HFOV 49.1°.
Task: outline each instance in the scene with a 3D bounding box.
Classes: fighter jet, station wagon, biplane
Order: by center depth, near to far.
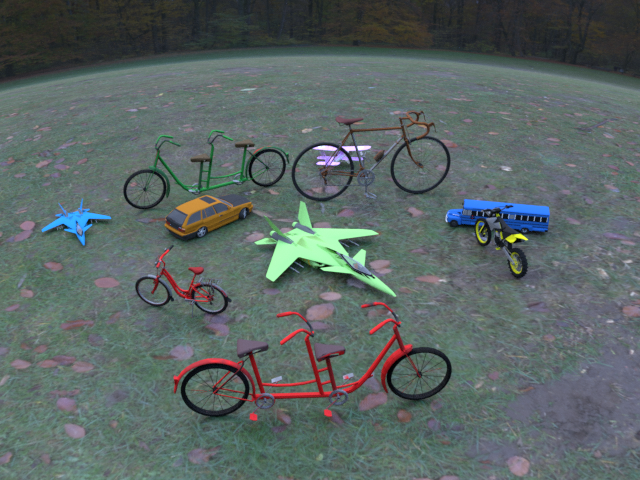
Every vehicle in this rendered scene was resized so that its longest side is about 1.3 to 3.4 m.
[{"bbox_3d":[0.219,0.178,10.838,2.229,0.557,2.640,-23,37,-35],"label":"fighter jet"},{"bbox_3d":[-4.148,-0.290,11.956,1.147,0.286,1.358,-13,32,-22],"label":"fighter jet"},{"bbox_3d":[-1.899,-0.500,12.141,0.682,0.473,1.597,25,38,37],"label":"station wagon"},{"bbox_3d":[0.341,-1.704,14.271,1.336,0.504,1.090,14,32,23],"label":"biplane"}]

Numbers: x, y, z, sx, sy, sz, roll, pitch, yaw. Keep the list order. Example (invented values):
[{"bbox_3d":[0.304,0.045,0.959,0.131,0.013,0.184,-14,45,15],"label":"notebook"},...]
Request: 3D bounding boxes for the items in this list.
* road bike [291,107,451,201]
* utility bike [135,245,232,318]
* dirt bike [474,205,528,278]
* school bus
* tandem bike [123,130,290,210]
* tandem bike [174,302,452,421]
[{"bbox_3d":[0.964,-1.529,12.773,3.004,1.656,0.696,-5,29,-9],"label":"road bike"},{"bbox_3d":[-1.928,0.621,9.644,1.435,0.946,0.535,6,30,11],"label":"utility bike"},{"bbox_3d":[2.826,-0.060,10.958,0.527,0.857,1.493,-9,30,-16],"label":"dirt bike"},{"bbox_3d":[3.036,-0.412,12.023,1.708,0.434,0.365,6,30,11],"label":"school bus"},{"bbox_3d":[-2.035,-1.384,12.854,3.192,1.326,0.550,-13,32,-22],"label":"tandem bike"},{"bbox_3d":[-0.051,1.387,7.877,3.192,1.326,0.550,-3,29,-6],"label":"tandem bike"}]
